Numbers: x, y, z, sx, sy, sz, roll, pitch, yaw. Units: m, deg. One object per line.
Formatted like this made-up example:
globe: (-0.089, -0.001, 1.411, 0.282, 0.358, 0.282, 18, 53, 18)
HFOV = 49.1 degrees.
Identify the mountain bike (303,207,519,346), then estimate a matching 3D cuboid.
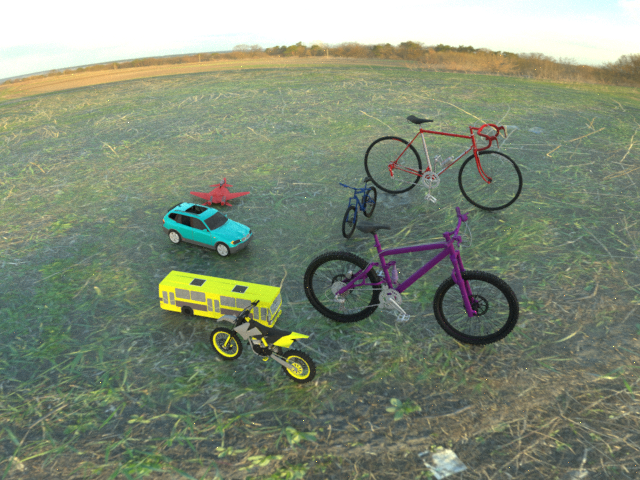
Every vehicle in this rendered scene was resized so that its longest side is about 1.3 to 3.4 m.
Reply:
mountain bike: (1.144, 0.497, 9.066, 2.857, 1.688, 1.114, 8, 29, 15)

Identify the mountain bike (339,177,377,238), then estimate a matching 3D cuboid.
mountain bike: (0.697, -0.630, 12.108, 0.573, 0.868, 1.469, 12, 30, 22)

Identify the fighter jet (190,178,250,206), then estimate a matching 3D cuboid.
fighter jet: (-1.919, -1.022, 13.488, 1.147, 0.286, 1.358, 0, 28, 0)

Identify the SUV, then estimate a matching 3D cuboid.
SUV: (-1.879, -0.217, 11.629, 1.572, 0.580, 0.656, 14, 30, 24)

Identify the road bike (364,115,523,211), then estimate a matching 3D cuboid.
road bike: (2.221, -1.459, 12.846, 3.004, 1.656, 0.697, 12, 30, 22)

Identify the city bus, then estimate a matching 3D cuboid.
city bus: (-1.388, 0.834, 9.747, 1.674, 0.460, 0.476, 8, 29, 15)

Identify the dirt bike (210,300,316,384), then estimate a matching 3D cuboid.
dirt bike: (-0.725, 1.246, 8.527, 1.493, 0.857, 0.527, 13, 30, 23)
